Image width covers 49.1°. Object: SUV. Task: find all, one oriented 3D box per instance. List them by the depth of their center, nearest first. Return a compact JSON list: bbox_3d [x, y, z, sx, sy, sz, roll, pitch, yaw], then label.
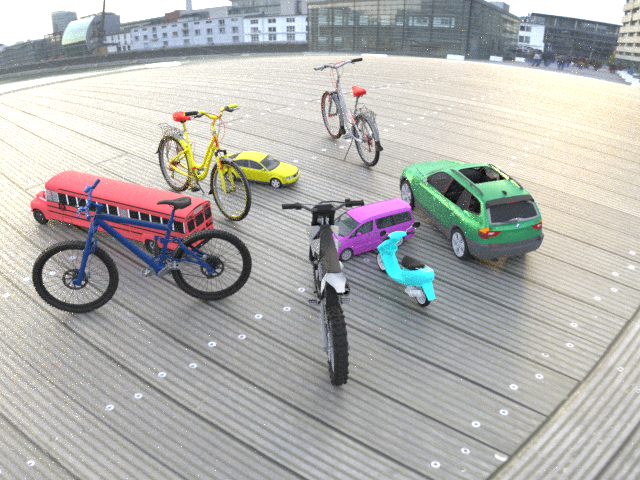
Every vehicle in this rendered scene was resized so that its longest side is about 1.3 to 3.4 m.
[{"bbox_3d":[2.376,-0.710,11.342,1.276,1.128,3.058,-9,30,-16],"label":"SUV"}]

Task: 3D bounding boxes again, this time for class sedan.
[{"bbox_3d":[-1.165,-1.371,13.204,1.613,0.483,0.635,10,30,17],"label":"sedan"}]

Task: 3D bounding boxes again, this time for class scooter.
[{"bbox_3d":[1.180,0.283,9.762,0.662,0.919,1.399,-14,32,-23],"label":"scooter"}]

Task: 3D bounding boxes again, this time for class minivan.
[{"bbox_3d":[0.715,-0.180,10.914,1.548,0.616,0.681,-14,32,-24],"label":"minivan"}]

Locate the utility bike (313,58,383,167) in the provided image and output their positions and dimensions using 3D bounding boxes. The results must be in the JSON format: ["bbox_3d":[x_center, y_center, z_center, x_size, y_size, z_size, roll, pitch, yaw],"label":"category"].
[{"bbox_3d":[0.504,-2.610,14.044,1.039,1.839,2.791,-12,31,-20],"label":"utility bike"}]

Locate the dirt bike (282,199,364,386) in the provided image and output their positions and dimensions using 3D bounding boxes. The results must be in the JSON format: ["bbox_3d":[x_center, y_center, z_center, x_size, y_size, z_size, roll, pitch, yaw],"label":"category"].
[{"bbox_3d":[0.075,0.409,8.762,1.024,1.666,2.903,-3,29,-5],"label":"dirt bike"}]

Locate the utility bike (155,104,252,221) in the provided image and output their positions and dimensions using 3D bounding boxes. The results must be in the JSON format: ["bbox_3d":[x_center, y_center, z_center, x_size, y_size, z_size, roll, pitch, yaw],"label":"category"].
[{"bbox_3d":[-2.008,-1.501,12.038,1.039,1.839,2.791,-25,37,-37],"label":"utility bike"}]

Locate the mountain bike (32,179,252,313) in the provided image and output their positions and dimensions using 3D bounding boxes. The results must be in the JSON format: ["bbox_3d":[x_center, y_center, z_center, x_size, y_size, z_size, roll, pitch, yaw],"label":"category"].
[{"bbox_3d":[-2.339,0.153,9.203,2.857,1.688,1.114,-5,29,-9],"label":"mountain bike"}]

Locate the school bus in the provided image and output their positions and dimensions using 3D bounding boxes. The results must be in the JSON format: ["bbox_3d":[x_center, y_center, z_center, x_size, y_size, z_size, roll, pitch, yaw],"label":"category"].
[{"bbox_3d":[-3.283,-0.484,11.227,3.322,0.844,0.709,13,31,22],"label":"school bus"}]
